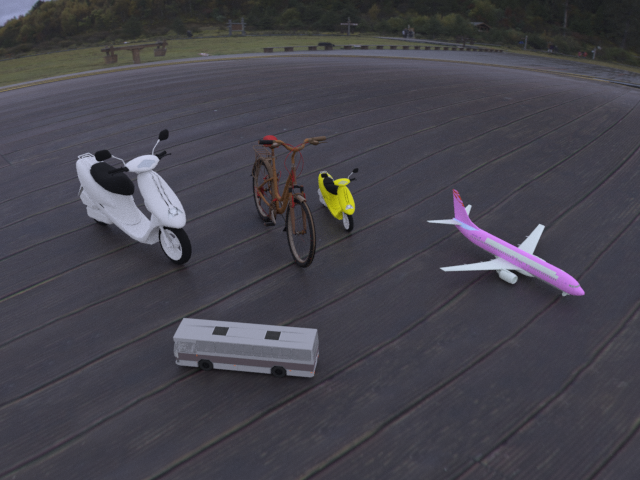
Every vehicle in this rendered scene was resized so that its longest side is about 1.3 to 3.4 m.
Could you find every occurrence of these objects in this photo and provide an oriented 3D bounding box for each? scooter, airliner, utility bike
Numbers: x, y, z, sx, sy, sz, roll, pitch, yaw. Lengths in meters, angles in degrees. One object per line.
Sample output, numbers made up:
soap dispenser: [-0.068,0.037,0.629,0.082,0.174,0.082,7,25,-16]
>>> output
scooter: [0.266,-0.791,11.680,0.662,0.919,1.399,-11,30,-18]
airliner: [2.809,0.040,10.250,2.257,0.835,2.541,-20,35,-32]
scooter: [-2.936,-0.763,10.726,2.721,1.786,1.288,22,36,35]
utility bike: [-0.529,-0.857,10.843,1.039,1.839,2.791,-12,31,-20]

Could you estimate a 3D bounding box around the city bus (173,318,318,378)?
city bus: [-0.872,1.296,8.349,1.674,0.460,0.476,4,29,7]
